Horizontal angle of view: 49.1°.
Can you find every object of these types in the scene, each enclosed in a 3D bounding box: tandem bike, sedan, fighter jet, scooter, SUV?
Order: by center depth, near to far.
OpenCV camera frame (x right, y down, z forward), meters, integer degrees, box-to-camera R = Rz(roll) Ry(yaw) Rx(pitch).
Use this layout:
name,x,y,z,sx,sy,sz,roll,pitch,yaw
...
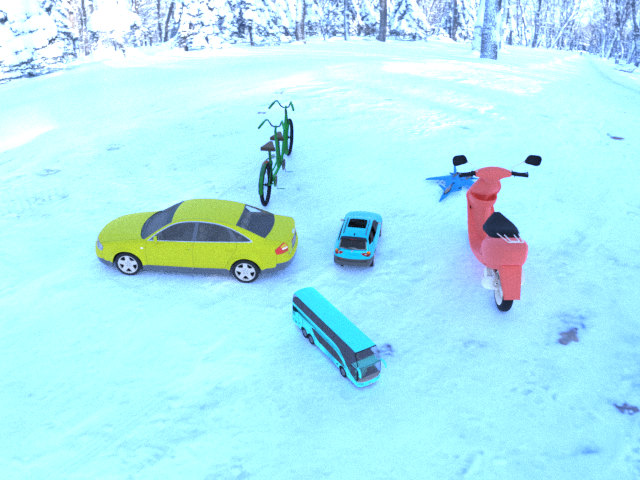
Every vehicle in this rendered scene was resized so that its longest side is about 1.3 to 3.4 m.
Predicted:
name,x,y,z,sx,sy,sz,roll,pitch,yaw
scooter,2.545,-0.282,10.207,1.288,1.786,2.721,0,29,0
sedan,-1.902,-0.091,10.730,3.137,0.940,1.235,3,30,5
SUV,0.621,-0.108,11.126,0.656,0.580,1.572,5,30,9
fighter jet,2.484,-1.053,13.104,1.147,0.286,1.358,15,33,25
tandem bike,-0.815,-1.776,13.329,0.550,1.326,3.192,4,30,7

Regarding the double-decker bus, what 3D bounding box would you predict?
name,x,y,z,sx,sy,sz,roll,pitch,yaw
double-decker bus,0.192,1.210,8.825,0.389,0.541,1.672,-17,33,-27
